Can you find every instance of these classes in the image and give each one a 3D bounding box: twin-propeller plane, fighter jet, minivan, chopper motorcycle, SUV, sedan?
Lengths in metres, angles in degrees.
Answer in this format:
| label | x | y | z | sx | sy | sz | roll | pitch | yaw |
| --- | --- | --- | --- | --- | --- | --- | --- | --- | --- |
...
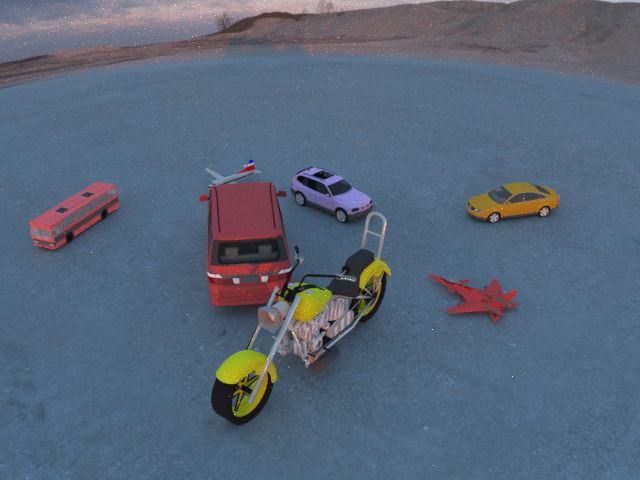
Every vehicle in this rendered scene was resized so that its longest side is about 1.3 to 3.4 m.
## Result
| label | x | y | z | sx | sy | sz | roll | pitch | yaw |
| --- | --- | --- | --- | --- | --- | --- | --- | --- | --- |
| twin-propeller plane | -1.621 | -1.173 | 12.887 | 1.095 | 0.407 | 1.370 | -24 | 37 | -37 |
| fighter jet | 2.025 | 0.656 | 9.652 | 1.147 | 0.286 | 1.358 | -25 | 37 | -38 |
| minivan | -1.090 | -0.191 | 10.257 | 1.324 | 1.197 | 3.011 | -4 | 29 | -7 |
| chopper motorcycle | -0.118 | 0.821 | 8.101 | 0.906 | 1.480 | 3.040 | 20 | 35 | 33 |
| SUV | 0.190 | -0.814 | 12.046 | 1.572 | 0.580 | 0.656 | 24 | 37 | 37 |
| sedan | 3.274 | -0.679 | 11.899 | 1.613 | 0.483 | 0.635 | -7 | 29 | -13 |

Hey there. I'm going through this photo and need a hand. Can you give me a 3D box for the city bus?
| label | x | y | z | sx | sy | sz | roll | pitch | yaw |
| --- | --- | --- | --- | --- | --- | --- | --- | --- | --- |
| city bus | -3.965 | -0.406 | 11.422 | 0.476 | 0.460 | 1.674 | 11 | 30 | 19 |
